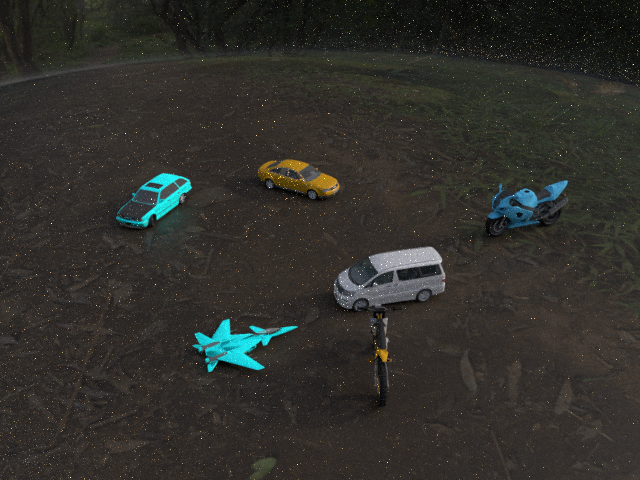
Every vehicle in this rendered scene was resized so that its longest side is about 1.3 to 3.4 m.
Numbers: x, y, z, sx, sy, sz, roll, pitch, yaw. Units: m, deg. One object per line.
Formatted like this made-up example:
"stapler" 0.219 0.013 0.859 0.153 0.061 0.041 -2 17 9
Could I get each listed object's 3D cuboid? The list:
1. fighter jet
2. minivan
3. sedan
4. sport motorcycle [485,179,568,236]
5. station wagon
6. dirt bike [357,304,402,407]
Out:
"fighter jet" -0.895 1.232 8.949 1.358 0.286 1.147 -15 33 -25
"minivan" 0.970 0.529 9.861 1.548 0.616 0.681 -7 30 -13
"sedan" -0.400 -1.178 13.021 1.613 0.483 0.635 16 33 26
"sport motorcycle" 3.393 -0.528 11.526 1.520 0.821 0.506 -11 31 -19
"station wagon" -2.892 -0.728 12.234 0.682 0.473 1.597 11 31 19
"dirt bike" 0.703 1.245 8.347 0.527 0.857 1.493 0 29 0
